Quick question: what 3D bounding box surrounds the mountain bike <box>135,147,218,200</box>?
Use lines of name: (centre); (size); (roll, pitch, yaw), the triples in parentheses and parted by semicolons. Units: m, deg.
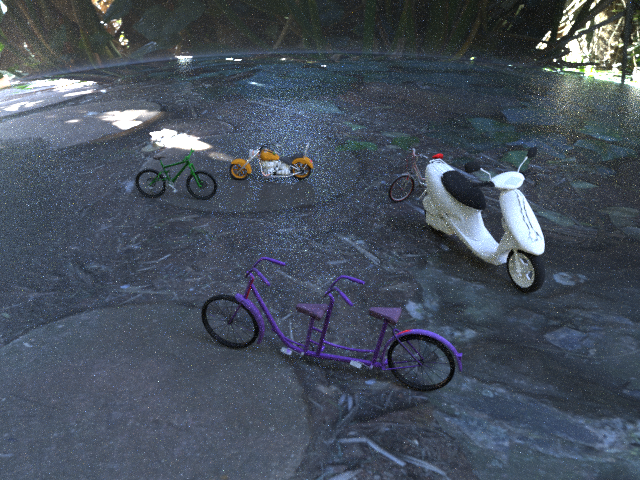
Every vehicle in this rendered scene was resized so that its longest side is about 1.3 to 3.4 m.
mountain bike: (-2.528, -1.114, 12.236); (1.469, 0.868, 0.573); (2, 29, 4)

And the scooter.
scooter: (2.344, -0.519, 10.208); (1.288, 1.786, 2.721); (-15, 32, -25)

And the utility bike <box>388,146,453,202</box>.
utility bike: (1.835, -1.154, 12.228); (1.435, 0.946, 0.535); (-15, 32, -25)

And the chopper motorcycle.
chopper motorcycle: (-0.910, -1.468, 12.989); (1.563, 0.761, 0.466); (1, 29, 2)

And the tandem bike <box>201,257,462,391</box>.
tandem bike: (0.049, 0.954, 8.016); (3.192, 1.326, 0.550); (10, 30, 17)
